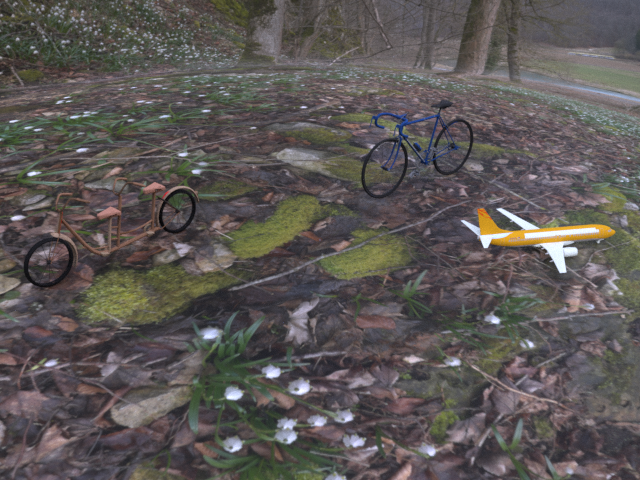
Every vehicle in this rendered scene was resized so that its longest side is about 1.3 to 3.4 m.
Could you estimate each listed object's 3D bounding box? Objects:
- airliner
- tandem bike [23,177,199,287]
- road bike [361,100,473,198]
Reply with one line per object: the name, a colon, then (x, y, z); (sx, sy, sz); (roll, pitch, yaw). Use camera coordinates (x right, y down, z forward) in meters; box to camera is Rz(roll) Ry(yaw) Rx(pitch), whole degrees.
airliner: (3.637, -0.224, 11.239); (2.541, 0.835, 2.257); (-5, 28, -10)
tandem bike: (-3.153, -0.328, 10.909); (0.550, 1.326, 3.192); (23, 35, 36)
road bike: (1.936, -1.807, 13.366); (3.004, 1.656, 0.696); (-20, 34, -33)
